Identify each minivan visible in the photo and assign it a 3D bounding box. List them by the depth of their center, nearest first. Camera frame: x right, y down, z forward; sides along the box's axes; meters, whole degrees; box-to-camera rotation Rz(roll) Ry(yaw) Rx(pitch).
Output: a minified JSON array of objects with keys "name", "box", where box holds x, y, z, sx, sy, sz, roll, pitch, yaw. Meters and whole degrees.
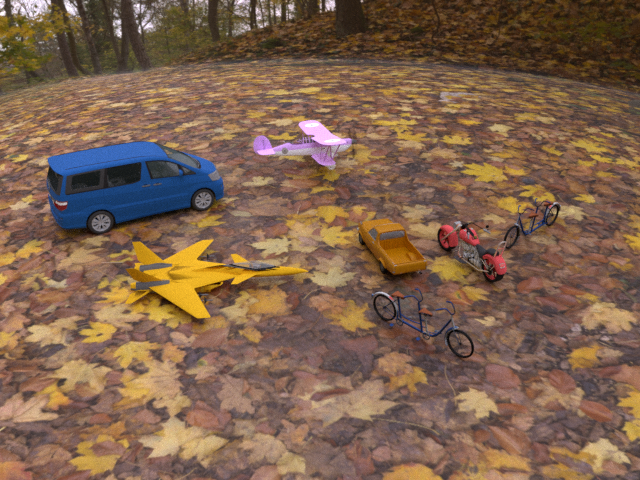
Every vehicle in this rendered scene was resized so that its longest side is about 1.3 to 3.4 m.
[{"name":"minivan","box":[-3.211,-1.055,12.355,3.011,1.197,1.324,-15,32,-26]}]

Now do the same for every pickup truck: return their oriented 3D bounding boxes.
[{"name":"pickup truck","box":[1.111,0.053,11.024,0.640,0.511,1.603,-8,29,-15]}]

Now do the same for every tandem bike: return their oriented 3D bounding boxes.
[{"name":"tandem bike","box":[1.312,0.984,9.121,1.642,0.682,0.283,24,36,37]},{"name":"tandem bike","box":[3.556,-0.364,11.617,1.642,0.682,0.283,-23,36,-36]}]

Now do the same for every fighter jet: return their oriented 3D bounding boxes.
[{"name":"fighter jet","box":[-1.488,0.391,10.350,2.640,0.557,2.229,-3,29,-6]}]

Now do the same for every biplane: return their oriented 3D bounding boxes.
[{"name":"biplane","box":[-0.290,-1.886,14.120,2.120,0.981,2.598,-7,29,-12]}]

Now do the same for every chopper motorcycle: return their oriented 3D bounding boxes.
[{"name":"chopper motorcycle","box":[2.318,0.058,10.751,0.466,0.761,1.563,-13,31,-23]}]
